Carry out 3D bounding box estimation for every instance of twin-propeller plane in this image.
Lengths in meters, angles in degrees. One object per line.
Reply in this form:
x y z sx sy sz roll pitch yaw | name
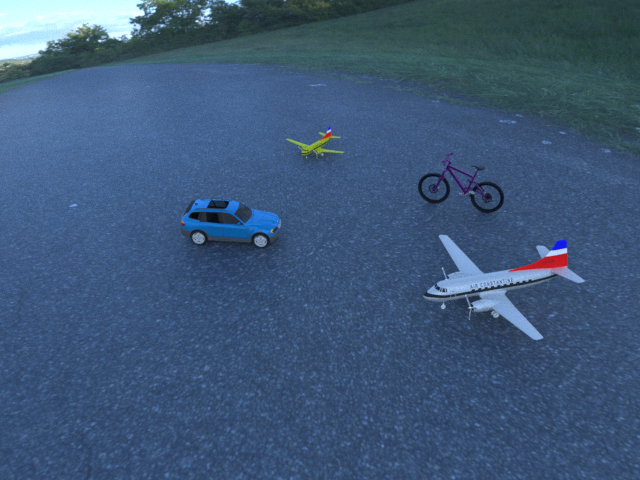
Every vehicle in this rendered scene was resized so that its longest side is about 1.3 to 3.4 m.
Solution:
-0.056 -1.958 14.096 1.370 0.407 1.095 17 33 28 | twin-propeller plane
2.368 0.468 9.305 2.129 0.792 2.663 -8 30 -14 | twin-propeller plane

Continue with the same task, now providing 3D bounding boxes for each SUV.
-1.384 -0.297 10.909 1.572 0.580 0.656 3 29 5 | SUV

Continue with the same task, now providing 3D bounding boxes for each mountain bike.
2.373 -0.937 11.769 1.469 0.868 0.573 12 31 20 | mountain bike
